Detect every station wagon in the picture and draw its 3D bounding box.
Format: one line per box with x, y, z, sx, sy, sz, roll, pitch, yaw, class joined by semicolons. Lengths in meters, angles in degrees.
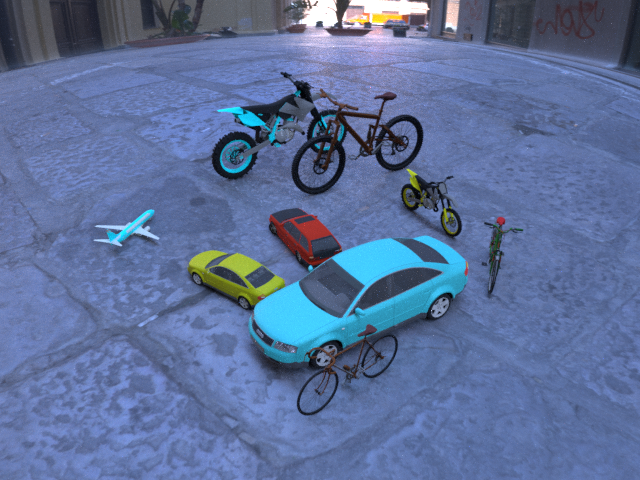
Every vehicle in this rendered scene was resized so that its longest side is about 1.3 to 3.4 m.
-0.252;-0.131;10.871;0.682;0.473;1.597;-15;35;-23;station wagon

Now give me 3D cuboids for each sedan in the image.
-1.205;0.473;9.876;1.613;0.483;0.635;22;38;32;sedan
0.545;0.660;9.136;3.137;0.940;1.235;-19;36;-28;sedan

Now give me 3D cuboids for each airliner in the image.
-3.006;-0.273;11.145;1.161;0.429;1.307;11;33;17;airliner

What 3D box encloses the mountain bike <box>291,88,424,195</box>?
0.728;-1.812;12.450;2.857;1.688;1.114;-18;36;-27;mountain bike

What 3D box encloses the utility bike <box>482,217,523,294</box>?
2.576;0.097;10.048;0.535;0.946;1.435;7;32;11;utility bike

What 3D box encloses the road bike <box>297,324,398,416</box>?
0.344;1.426;7.971;1.545;0.852;0.358;-23;39;-33;road bike

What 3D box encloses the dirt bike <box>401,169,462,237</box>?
1.812;-0.666;11.377;0.527;0.857;1.493;-18;36;-27;dirt bike

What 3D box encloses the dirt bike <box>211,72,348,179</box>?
-0.708;-2.144;13.012;2.903;1.666;1.024;-18;36;-27;dirt bike
